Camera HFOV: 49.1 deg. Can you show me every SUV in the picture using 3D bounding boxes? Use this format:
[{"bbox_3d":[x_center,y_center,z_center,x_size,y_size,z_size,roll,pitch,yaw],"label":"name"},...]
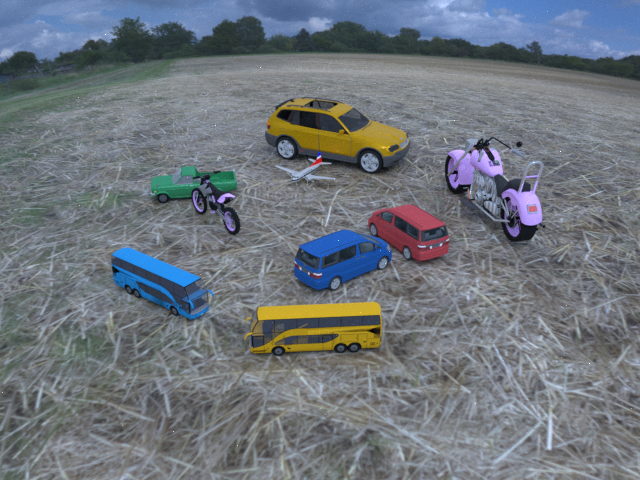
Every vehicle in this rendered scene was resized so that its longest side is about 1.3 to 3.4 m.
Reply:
[{"bbox_3d":[0.348,-2.251,14.564,3.058,1.128,1.276,12,29,23],"label":"SUV"}]

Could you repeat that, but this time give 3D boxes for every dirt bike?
[{"bbox_3d":[-1.776,-0.662,11.682,0.527,0.857,1.493,-20,33,-34],"label":"dirt bike"}]

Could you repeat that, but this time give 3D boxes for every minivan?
[{"bbox_3d":[0.368,0.214,10.195,1.548,0.616,0.681,-20,33,-35],"label":"minivan"},{"bbox_3d":[1.364,-0.207,11.039,0.681,0.616,1.548,-14,30,-26],"label":"minivan"}]

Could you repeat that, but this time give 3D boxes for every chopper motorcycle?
[{"bbox_3d":[2.863,-1.089,11.840,0.906,1.480,3.040,-7,27,-13],"label":"chopper motorcycle"}]

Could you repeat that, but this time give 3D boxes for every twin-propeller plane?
[{"bbox_3d":[-0.247,-1.378,13.623,1.370,0.407,1.095,15,30,27],"label":"twin-propeller plane"}]

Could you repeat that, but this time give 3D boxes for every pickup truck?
[{"bbox_3d":[-2.323,-1.064,12.876,1.603,0.511,0.640,-5,27,-9],"label":"pickup truck"}]

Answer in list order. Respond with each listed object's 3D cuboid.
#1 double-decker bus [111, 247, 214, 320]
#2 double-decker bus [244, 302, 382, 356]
[{"bbox_3d":[-2.177,0.589,9.525,1.672,0.541,0.389,19,32,32],"label":"double-decker bus"},{"bbox_3d":[-0.082,1.078,8.544,1.672,0.541,0.389,-2,27,-4],"label":"double-decker bus"}]
